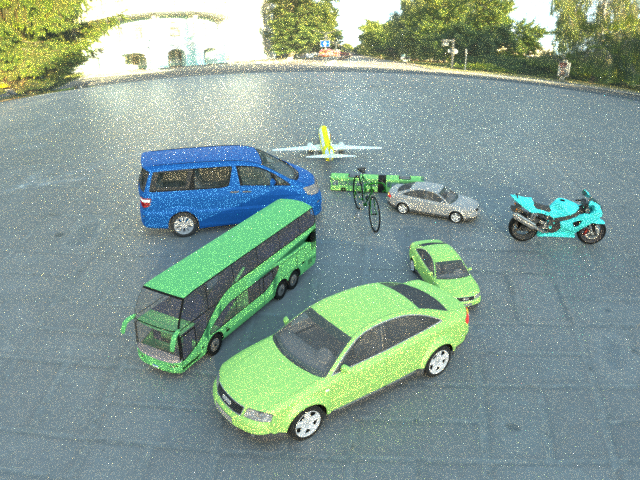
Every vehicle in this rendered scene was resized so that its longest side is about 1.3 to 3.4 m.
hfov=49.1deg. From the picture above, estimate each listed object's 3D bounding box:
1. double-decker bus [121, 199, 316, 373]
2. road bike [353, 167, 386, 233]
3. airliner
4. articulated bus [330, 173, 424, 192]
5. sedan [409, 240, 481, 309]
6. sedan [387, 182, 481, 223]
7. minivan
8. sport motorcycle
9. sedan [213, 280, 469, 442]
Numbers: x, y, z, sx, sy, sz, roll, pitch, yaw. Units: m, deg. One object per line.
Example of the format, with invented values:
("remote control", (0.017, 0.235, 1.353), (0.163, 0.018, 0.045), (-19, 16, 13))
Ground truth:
("double-decker bus", (-1.106, 0.501, 8.946), (0.756, 1.052, 3.251), (14, 30, 26))
("road bike", (0.768, -0.734, 11.672), (0.358, 0.852, 1.545), (-6, 27, -12))
("airliner", (0.135, -2.168, 14.593), (2.257, 0.835, 2.541), (-1, 26, -3))
("articulated bus", (1.047, -1.047, 12.941), (1.749, 0.289, 0.311), (3, 26, 6))
("sedan", (1.727, 0.412, 9.768), (0.635, 0.483, 1.613), (-6, 27, -11))
("sedan", (1.951, -0.700, 12.018), (1.613, 0.483, 0.635), (11, 28, 22))
("minivan", (-1.473, -0.904, 11.626), (3.011, 1.197, 1.324), (-6, 27, -12))
("sport motorcycle", (3.700, -0.339, 10.908), (1.520, 0.821, 0.506), (3, 26, 6))
("sedan", (0.300, 1.156, 7.748), (3.137, 0.940, 1.235), (-18, 31, -32))
